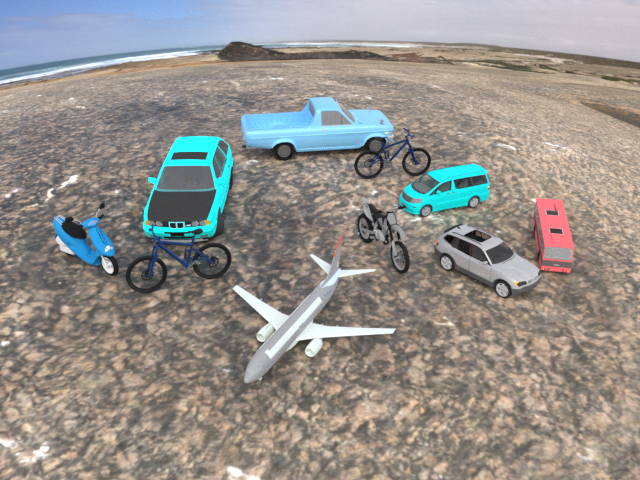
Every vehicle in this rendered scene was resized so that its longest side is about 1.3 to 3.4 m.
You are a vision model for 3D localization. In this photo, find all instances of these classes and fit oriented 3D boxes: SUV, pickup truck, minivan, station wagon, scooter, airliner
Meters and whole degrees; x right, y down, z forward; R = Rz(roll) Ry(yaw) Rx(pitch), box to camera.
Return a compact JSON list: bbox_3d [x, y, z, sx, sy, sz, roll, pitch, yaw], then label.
[{"bbox_3d":[2.345,0.251,9.846,0.656,0.580,1.572,-22,35,-35],"label":"SUV"},{"bbox_3d":[-0.068,-2.346,14.336,3.117,0.993,1.244,-5,28,-9],"label":"pickup truck"},{"bbox_3d":[2.119,-0.866,11.931,1.548,0.616,0.681,-11,30,-19],"label":"minivan"},{"bbox_3d":[-2.173,-0.974,11.809,1.327,0.920,3.105,0,28,-1],"label":"station wagon"},{"bbox_3d":[-3.403,-0.056,10.066,1.399,0.919,0.662,19,33,32],"label":"scooter"},{"bbox_3d":[-0.247,0.810,8.511,2.257,0.835,2.541,13,30,23],"label":"airliner"}]

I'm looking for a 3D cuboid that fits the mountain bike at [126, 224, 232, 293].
[{"bbox_3d":[-1.926,0.241,9.556,1.469,0.868,0.573,-12,30,-21],"label":"mountain bike"}]

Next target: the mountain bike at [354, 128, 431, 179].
[{"bbox_3d":[1.361,-1.567,12.991,1.469,0.868,0.573,-4,28,-8],"label":"mountain bike"}]

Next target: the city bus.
[{"bbox_3d":[3.509,-0.075,10.594,0.476,0.460,1.674,5,28,10],"label":"city bus"}]

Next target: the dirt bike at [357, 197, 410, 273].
[{"bbox_3d":[0.929,-0.139,10.290,0.527,0.857,1.493,-12,30,-22],"label":"dirt bike"}]
